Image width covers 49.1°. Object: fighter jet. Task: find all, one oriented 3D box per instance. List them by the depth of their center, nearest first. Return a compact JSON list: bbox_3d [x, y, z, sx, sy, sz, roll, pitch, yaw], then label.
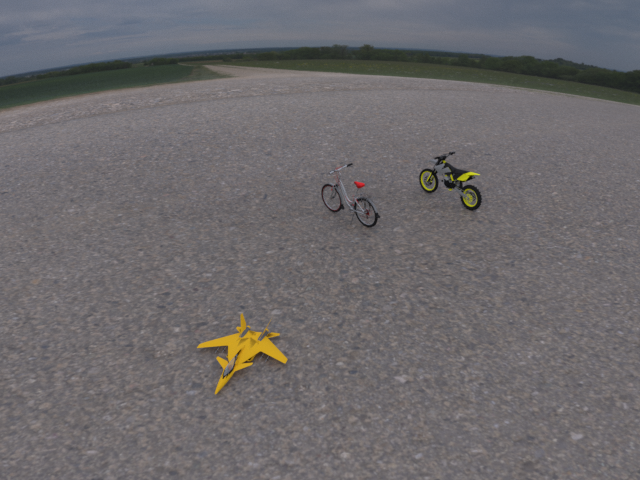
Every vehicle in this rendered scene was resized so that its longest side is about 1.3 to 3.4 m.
[{"bbox_3d":[-0.977,1.354,8.345,1.147,0.286,1.358,7,27,15],"label":"fighter jet"}]

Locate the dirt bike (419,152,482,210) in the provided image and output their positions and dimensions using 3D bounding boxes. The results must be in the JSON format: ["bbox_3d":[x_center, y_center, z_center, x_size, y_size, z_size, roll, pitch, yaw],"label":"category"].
[{"bbox_3d":[2.360,-1.107,12.734,0.527,0.857,1.493,-19,32,-34],"label":"dirt bike"}]

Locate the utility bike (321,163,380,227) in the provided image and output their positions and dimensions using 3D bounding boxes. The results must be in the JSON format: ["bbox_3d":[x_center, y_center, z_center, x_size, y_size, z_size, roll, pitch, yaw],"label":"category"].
[{"bbox_3d":[0.469,-0.761,11.924,0.535,0.946,1.435,-22,33,-37],"label":"utility bike"}]
